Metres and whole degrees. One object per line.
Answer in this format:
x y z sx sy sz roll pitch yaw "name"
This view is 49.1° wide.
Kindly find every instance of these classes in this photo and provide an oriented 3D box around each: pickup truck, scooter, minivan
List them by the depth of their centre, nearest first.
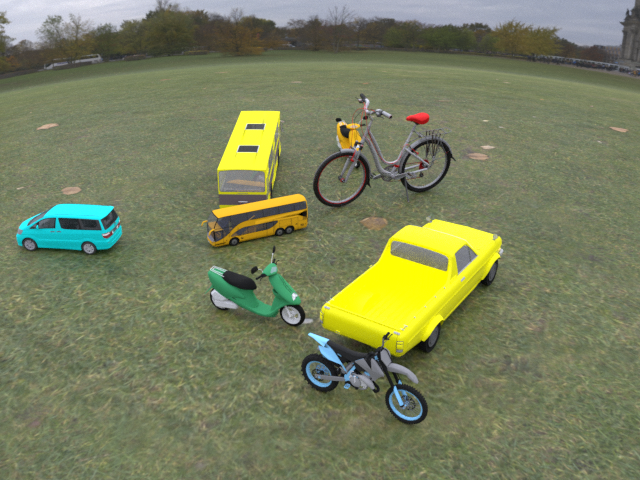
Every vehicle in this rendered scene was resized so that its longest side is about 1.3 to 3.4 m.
-0.837 0.584 8.829 1.399 0.919 0.662 10 29 19 "scooter"
1.292 0.449 9.010 1.244 0.993 3.117 17 32 30 "pickup truck"
-3.857 -0.204 10.693 1.548 0.616 0.681 3 27 6 "minivan"
0.585 -2.060 13.970 0.662 0.919 1.399 -7 28 -13 "scooter"

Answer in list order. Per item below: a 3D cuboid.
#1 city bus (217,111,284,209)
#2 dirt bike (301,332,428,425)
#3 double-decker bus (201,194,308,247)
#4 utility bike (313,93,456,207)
-1.225 -1.462 12.834 0.926 0.894 3.255 1 27 1 "city bus"
0.447 1.393 7.324 1.493 0.857 0.527 15 31 27 "dirt bike"
-0.997 -0.303 10.967 1.672 0.541 0.389 -13 30 -23 "double-decker bus"
1.205 -1.487 11.849 2.791 1.839 1.039 -11 29 -21 "utility bike"
